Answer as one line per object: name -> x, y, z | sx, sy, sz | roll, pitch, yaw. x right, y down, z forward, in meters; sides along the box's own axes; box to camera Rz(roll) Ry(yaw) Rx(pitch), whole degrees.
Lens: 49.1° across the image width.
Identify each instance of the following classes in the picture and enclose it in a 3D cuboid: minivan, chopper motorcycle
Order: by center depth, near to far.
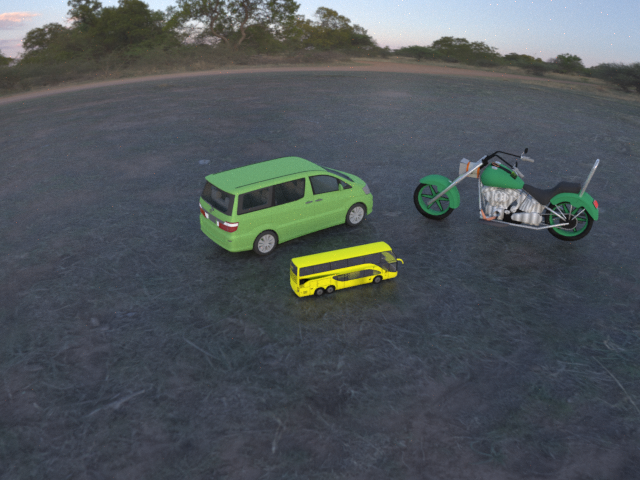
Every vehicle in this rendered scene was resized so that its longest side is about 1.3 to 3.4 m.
chopper motorcycle -> 3.063, -0.844, 11.647 | 3.040, 1.480, 0.906 | 12, 29, 23
minivan -> -0.489, -0.716, 11.708 | 3.011, 1.197, 1.324 | -18, 32, -32

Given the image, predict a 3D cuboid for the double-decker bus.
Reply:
double-decker bus -> 0.386, 0.414, 10.203 | 1.672, 0.541, 0.389 | -10, 29, -20
